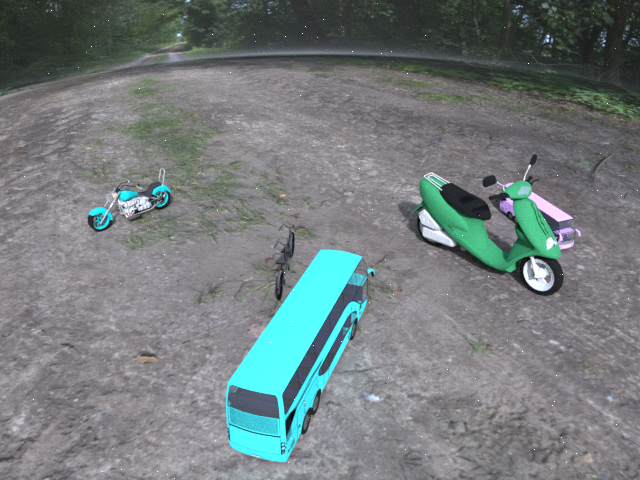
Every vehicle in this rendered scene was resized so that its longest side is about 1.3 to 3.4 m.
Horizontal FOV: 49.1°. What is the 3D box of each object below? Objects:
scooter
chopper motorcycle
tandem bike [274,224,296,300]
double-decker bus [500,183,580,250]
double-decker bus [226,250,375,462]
[{"bbox_3d":[2.465,-0.376,10.390,1.288,1.786,2.721,-24,37,-37],"label":"scooter"},{"bbox_3d":[-3.269,-0.700,12.026,1.563,0.761,0.466,-24,37,-36],"label":"chopper motorcycle"},{"bbox_3d":[-0.511,0.251,10.399,0.283,0.682,1.642,3,29,5],"label":"tandem bike"},{"bbox_3d":[3.634,-0.399,11.711,0.389,0.541,1.672,-11,31,-19],"label":"double-decker bus"},{"bbox_3d":[-0.138,1.174,8.361,0.756,1.052,3.251,10,31,17],"label":"double-decker bus"}]
